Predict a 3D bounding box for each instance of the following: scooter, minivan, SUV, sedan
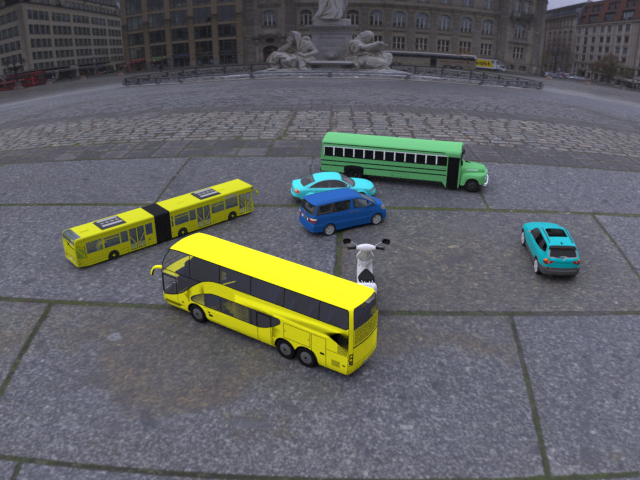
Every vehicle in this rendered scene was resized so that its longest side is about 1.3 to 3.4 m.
[{"bbox_3d":[0.646,0.465,9.830,0.662,0.919,1.399,1,27,1],"label":"scooter"},{"bbox_3d":[0.420,-0.551,12.192,1.548,0.616,0.681,-13,29,-24],"label":"minivan"},{"bbox_3d":[3.635,0.049,11.036,0.656,0.580,1.572,1,27,3],"label":"SUV"},{"bbox_3d":[0.255,-1.016,13.266,1.613,0.483,0.635,-4,27,-7],"label":"sedan"}]

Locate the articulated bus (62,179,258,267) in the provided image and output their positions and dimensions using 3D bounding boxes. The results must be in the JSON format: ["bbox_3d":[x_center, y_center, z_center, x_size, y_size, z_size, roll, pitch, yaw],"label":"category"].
[{"bbox_3d":[-2.594,-0.337,11.827,3.401,0.561,0.605,-21,34,-36],"label":"articulated bus"}]

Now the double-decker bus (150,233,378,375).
[{"bbox_3d":[-0.782,0.744,9.127,3.251,1.052,0.756,17,31,30],"label":"double-decker bus"}]

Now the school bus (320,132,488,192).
[{"bbox_3d":[1.690,-1.587,14.001,3.322,0.844,0.709,7,27,13],"label":"school bus"}]
